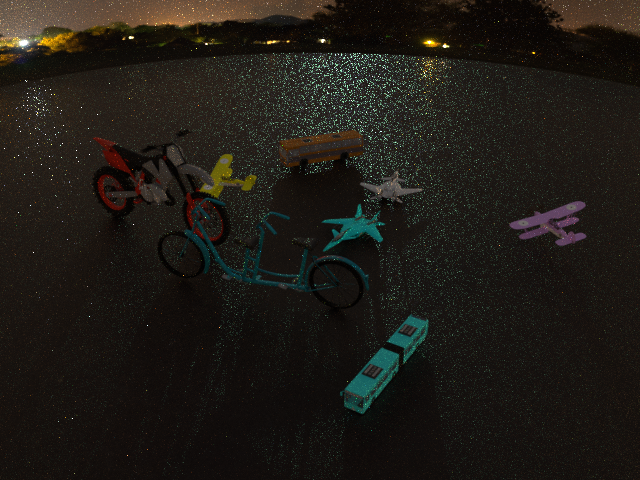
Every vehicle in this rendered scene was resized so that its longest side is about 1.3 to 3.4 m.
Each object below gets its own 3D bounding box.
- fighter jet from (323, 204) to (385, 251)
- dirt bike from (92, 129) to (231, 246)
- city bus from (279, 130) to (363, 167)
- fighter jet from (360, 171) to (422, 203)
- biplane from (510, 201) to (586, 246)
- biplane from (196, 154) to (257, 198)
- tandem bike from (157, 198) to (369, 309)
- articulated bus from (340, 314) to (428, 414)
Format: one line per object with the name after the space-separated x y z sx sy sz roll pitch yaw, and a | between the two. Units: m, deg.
0.453 -0.169 11.306 1.147 0.286 1.358 20 35 31 | fighter jet
-2.619 -0.903 11.205 2.903 1.666 1.024 16 33 27 | dirt bike
0.031 -1.827 14.092 1.674 0.460 0.476 -11 31 -19 | city bus
1.334 -1.093 12.959 1.147 0.286 1.358 7 30 12 | fighter jet
3.699 -0.198 11.135 1.336 0.504 1.090 -10 31 -17 | biplane
-1.703 -1.054 12.665 1.090 0.504 1.336 6 30 11 | biplane
-0.860 0.178 9.622 3.192 1.326 0.550 10 31 17 | tandem bike
0.822 1.451 8.410 0.311 0.289 1.749 17 33 28 | articulated bus
